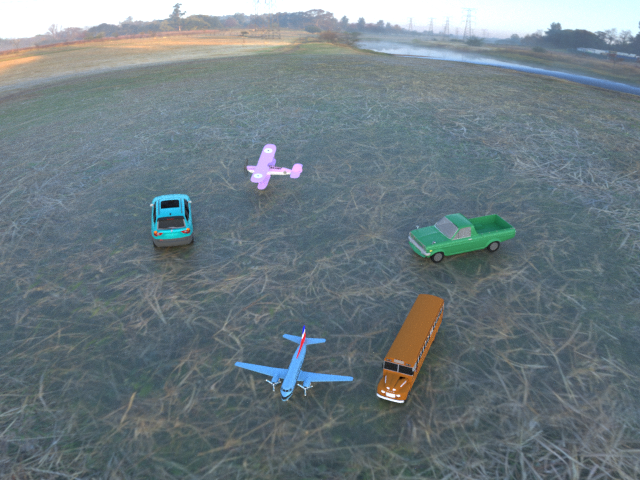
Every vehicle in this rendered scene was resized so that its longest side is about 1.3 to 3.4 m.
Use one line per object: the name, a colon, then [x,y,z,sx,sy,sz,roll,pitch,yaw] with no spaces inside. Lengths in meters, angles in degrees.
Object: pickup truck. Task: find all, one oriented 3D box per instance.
pickup truck: [2.168,-0.106,10.671,1.603,0.511,0.640,-10,30,-18]

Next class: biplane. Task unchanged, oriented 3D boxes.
biplane: [-0.866,-1.273,12.819,1.090,0.504,1.336,4,29,7]

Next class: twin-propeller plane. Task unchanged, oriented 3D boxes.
twin-propeller plane: [-0.284,1.413,7.991,1.370,0.407,1.095,6,29,10]

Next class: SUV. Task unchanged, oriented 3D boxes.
SUV: [-2.361,-0.404,11.146,0.656,0.580,1.572,-6,29,-10]

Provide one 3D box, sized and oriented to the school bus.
school bus: [1.085,1.252,8.259,0.365,0.434,1.708,11,31,20]
